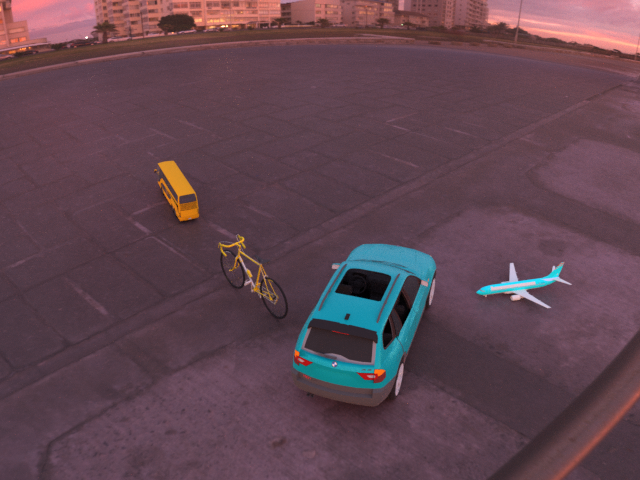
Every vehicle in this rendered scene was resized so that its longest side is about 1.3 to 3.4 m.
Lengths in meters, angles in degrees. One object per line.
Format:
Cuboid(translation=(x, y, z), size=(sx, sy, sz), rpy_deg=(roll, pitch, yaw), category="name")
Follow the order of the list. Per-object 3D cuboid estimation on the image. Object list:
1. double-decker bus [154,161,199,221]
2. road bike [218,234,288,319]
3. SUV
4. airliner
Cuboid(translation=(-2.517, -0.895, 12.253), size=(0.389, 0.541, 1.672), rpy_deg=(-13, 33, -21), category="double-decker bus")
Cuboid(translation=(-0.929, 0.486, 9.573), size=(0.358, 0.852, 1.545), rpy_deg=(-24, 38, -35), category="road bike")
Cuboid(translation=(0.640, 0.802, 8.754), size=(1.276, 1.128, 3.058), rpy_deg=(10, 32, 17), category="SUV")
Cuboid(translation=(2.830, 0.564, 9.859), size=(1.307, 0.429, 1.161), rpy_deg=(-6, 31, -10), category="airliner")
